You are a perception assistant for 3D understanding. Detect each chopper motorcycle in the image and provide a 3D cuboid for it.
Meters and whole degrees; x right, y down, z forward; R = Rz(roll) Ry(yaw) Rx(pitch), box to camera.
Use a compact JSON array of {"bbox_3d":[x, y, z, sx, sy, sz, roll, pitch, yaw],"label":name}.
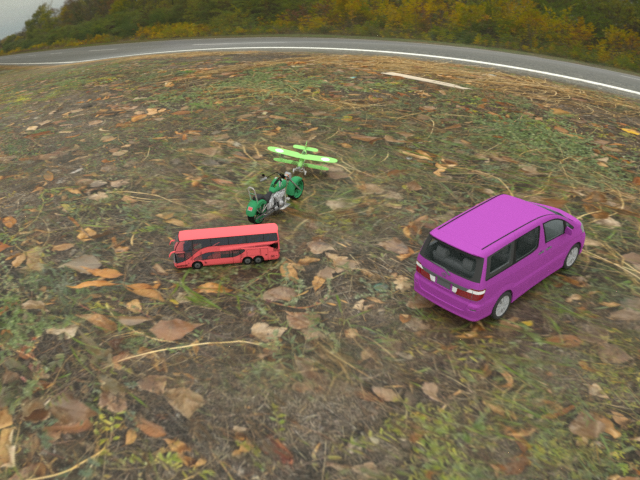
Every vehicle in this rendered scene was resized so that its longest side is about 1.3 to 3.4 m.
[{"bbox_3d":[-0.748,-0.832,12.013,0.466,0.761,1.563,18,35,27],"label":"chopper motorcycle"}]

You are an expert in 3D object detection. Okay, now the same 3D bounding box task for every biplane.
[{"bbox_3d":[-0.314,-1.584,13.519,1.336,0.504,1.090,3,31,6],"label":"biplane"}]

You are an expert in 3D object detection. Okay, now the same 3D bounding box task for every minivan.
[{"bbox_3d":[2.705,0.055,10.109,3.011,1.197,1.324,-26,39,-36],"label":"minivan"}]

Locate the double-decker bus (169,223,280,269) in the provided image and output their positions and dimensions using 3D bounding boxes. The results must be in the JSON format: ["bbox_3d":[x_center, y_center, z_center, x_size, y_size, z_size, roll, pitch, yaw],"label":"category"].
[{"bbox_3d":[-1.451,0.094,10.682,1.672,0.541,0.389,-5,31,-8],"label":"double-decker bus"}]
